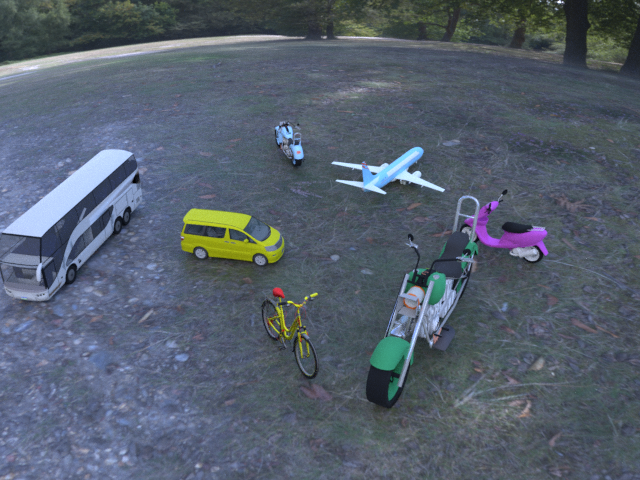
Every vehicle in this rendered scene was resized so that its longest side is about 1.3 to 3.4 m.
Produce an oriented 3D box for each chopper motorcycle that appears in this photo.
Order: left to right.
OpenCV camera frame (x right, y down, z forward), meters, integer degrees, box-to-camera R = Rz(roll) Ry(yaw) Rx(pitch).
[{"bbox_3d":[-0.633,-2.005,13.816,0.466,0.761,1.563,-9,31,-16],"label":"chopper motorcycle"},{"bbox_3d":[1.317,0.661,8.514,0.906,1.480,3.040,15,33,24],"label":"chopper motorcycle"}]

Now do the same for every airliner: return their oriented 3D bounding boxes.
[{"bbox_3d":[1.345,-1.438,12.767,2.257,0.835,2.541,17,34,27],"label":"airliner"}]

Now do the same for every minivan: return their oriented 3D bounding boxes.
[{"bbox_3d":[-1.318,-0.064,10.622,1.548,0.616,0.681,6,31,10],"label":"minivan"}]

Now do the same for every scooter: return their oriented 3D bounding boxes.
[{"bbox_3d":[2.781,-0.201,10.555,1.399,0.919,0.662,20,35,30],"label":"scooter"}]

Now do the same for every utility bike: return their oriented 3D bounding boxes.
[{"bbox_3d":[-0.350,0.990,8.479,0.535,0.946,1.435,-17,34,-27],"label":"utility bike"}]

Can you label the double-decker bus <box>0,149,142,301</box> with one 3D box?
[{"bbox_3d":[-3.684,-0.289,10.574,0.756,1.052,3.251,6,31,10],"label":"double-decker bus"}]
